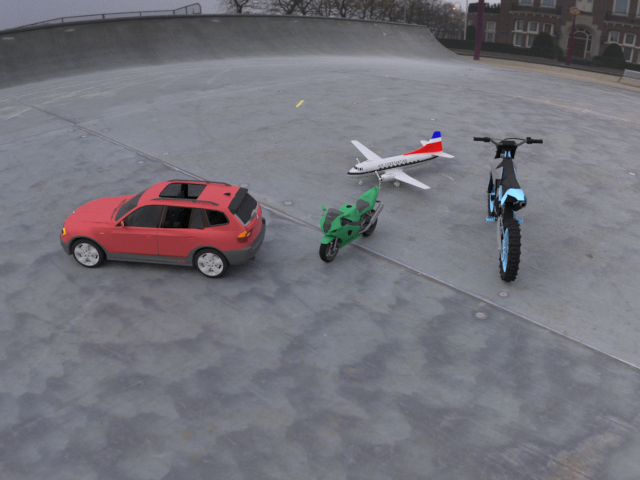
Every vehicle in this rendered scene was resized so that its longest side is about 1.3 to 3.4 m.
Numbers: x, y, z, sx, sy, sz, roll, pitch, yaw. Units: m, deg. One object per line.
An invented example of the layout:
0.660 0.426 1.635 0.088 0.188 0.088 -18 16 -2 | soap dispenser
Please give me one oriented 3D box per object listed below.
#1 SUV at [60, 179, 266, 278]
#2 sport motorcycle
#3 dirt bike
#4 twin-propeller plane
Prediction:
-2.354 -0.277 10.512 3.058 1.128 1.276 4 29 8 | SUV
0.462 -0.255 10.794 0.506 0.821 1.520 19 34 31 | sport motorcycle
2.801 -0.661 10.658 1.024 1.666 2.903 3 29 6 | dirt bike
1.442 -1.543 13.212 2.129 0.792 2.663 -13 31 -23 | twin-propeller plane
